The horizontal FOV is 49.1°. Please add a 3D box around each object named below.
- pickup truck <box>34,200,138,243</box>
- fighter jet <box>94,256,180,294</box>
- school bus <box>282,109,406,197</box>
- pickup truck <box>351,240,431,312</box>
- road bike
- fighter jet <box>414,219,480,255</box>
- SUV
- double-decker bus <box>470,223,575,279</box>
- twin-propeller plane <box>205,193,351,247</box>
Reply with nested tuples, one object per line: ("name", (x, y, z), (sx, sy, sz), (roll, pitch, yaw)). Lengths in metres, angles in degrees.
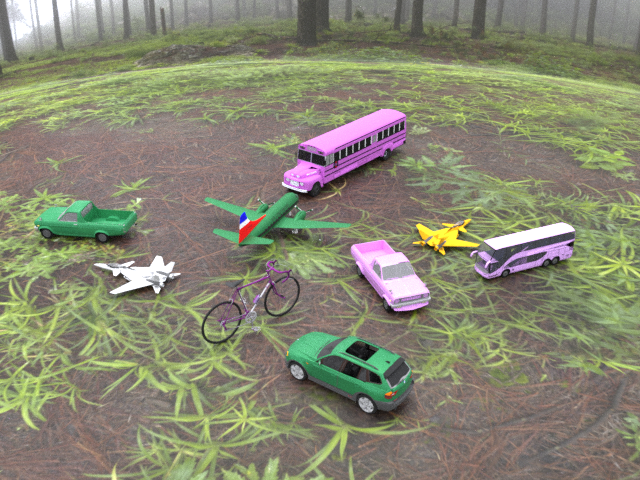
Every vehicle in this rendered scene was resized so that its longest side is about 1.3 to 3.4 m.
("pickup truck", (-3.848, -0.341, 11.498), (1.603, 0.511, 0.640), (4, 28, 7))
("fighter jet", (-2.796, 0.419, 10.318), (1.358, 0.286, 1.147), (11, 30, 20))
("school bus", (0.534, -1.770, 13.814), (0.709, 0.844, 3.322), (21, 34, 33))
("pickup truck", (0.984, 0.442, 10.037), (0.640, 0.511, 1.603), (-9, 30, -17))
("road bike", (-0.870, 0.787, 9.031), (1.545, 0.852, 0.358), (-21, 35, -34))
("fighter jet", (2.139, -0.186, 11.446), (1.147, 0.286, 1.358), (22, 35, 35))
("SUV", (0.323, 1.432, 8.113), (1.572, 0.580, 0.656), (19, 34, 31))
("double-decker bus", (3.068, 0.166, 10.520), (1.672, 0.541, 0.389), (-12, 30, -21))
("twin-propeller plane", (-0.813, -0.439, 11.383), (2.663, 0.792, 2.129), (11, 30, 20))
